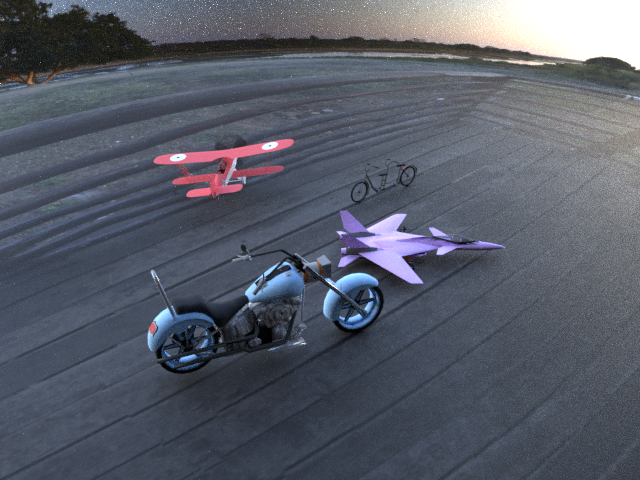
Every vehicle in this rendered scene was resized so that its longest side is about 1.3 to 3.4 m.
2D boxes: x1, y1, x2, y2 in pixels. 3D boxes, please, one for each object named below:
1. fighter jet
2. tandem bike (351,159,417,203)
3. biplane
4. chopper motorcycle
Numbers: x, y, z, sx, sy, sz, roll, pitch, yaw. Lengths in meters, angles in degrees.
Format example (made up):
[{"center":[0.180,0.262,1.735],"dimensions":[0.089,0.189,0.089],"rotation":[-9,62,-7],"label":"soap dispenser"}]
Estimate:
[{"center":[1.590,-0.033,10.898],"dimensions":[2.640,0.557,2.229],"rotation":[0,28,0],"label":"fighter jet"},{"center":[1.199,-1.162,12.850],"dimensions":[1.642,0.682,0.283],"rotation":[-20,34,-33],"label":"tandem bike"},{"center":[-1.784,-1.219,12.643],"dimensions":[2.598,0.981,2.120],"rotation":[1,28,3],"label":"biplane"},{"center":[-0.589,0.735,8.515],"dimensions":[3.040,1.480,0.906],"rotation":[-12,31,-21],"label":"chopper motorcycle"}]
